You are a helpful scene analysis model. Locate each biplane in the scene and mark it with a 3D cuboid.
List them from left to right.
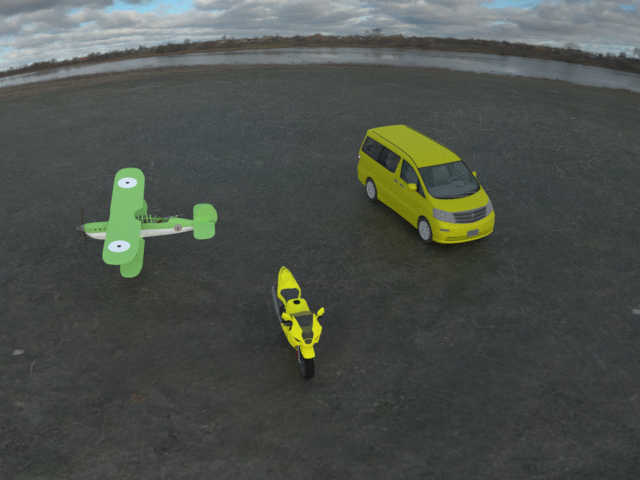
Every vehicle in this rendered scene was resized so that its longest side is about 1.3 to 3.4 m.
[{"bbox_3d":[-2.639,-0.198,10.742,2.120,0.981,2.598,-4,28,-8],"label":"biplane"}]

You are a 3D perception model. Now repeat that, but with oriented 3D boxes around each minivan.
[{"bbox_3d":[1.779,-1.013,12.087,1.324,1.197,3.011,-12,30,-22],"label":"minivan"}]

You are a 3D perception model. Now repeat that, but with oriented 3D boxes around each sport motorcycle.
[{"bbox_3d":[-0.289,1.001,8.588,0.506,0.821,1.520,-7,28,-13],"label":"sport motorcycle"}]
